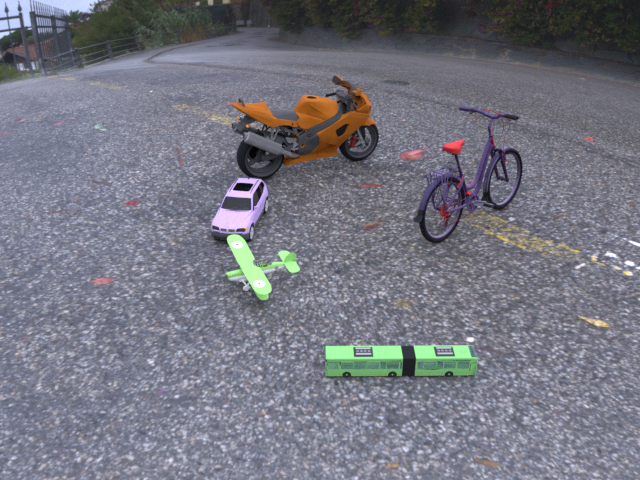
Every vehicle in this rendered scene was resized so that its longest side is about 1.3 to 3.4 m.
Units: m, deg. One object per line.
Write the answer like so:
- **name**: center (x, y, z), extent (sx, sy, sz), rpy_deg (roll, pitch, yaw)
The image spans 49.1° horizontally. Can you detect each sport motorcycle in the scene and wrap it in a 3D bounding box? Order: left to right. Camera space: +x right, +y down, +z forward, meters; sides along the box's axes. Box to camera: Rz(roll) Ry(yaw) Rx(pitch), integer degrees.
- **sport motorcycle**: center (-0.203, -2.042, 12.900), extent (2.955, 1.596, 0.983), rpy_deg (-13, 32, -22)

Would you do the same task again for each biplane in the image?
- **biplane**: center (-0.821, 0.407, 9.603), extent (1.090, 0.504, 1.336), rpy_deg (-12, 31, -21)

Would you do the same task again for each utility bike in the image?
- **utility bike**: center (2.335, -1.100, 10.948), extent (2.791, 1.839, 1.039), rpy_deg (-25, 37, -37)

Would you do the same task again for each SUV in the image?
- **SUV**: center (-1.266, -0.523, 11.204), extent (0.656, 0.580, 1.572), rpy_deg (5, 29, 9)

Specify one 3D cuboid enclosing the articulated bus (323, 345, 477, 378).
- **articulated bus**: center (0.909, 1.389, 8.052), extent (1.749, 0.289, 0.311), rpy_deg (0, 29, 0)
